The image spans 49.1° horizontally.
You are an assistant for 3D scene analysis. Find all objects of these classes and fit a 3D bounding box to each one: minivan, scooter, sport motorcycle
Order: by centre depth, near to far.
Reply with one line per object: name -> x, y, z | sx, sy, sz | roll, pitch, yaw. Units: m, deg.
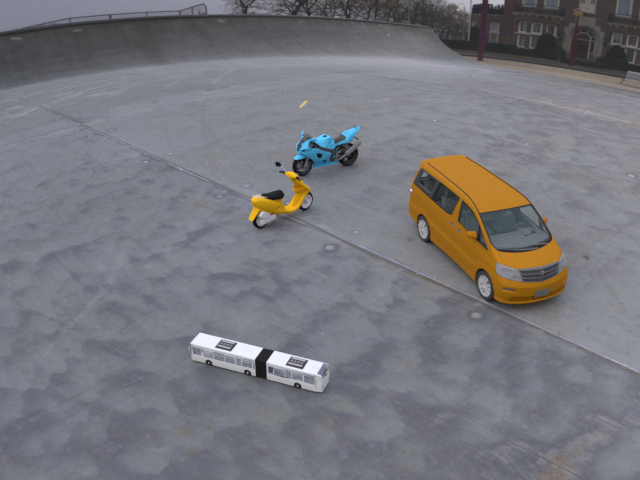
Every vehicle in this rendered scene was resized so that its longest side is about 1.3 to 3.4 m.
minivan -> 2.468, -0.232, 10.535 | 1.324, 1.197, 3.011 | -10, 30, -18
scooter -> -0.639, -0.767, 11.810 | 1.399, 0.919, 0.662 | -25, 37, -37
sport motorcycle -> 0.128, -1.755, 13.727 | 1.520, 0.821, 0.506 | -16, 32, -27

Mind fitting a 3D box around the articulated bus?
articulated bus -> -0.744, 1.457, 8.382 | 1.749, 0.289, 0.311 | 10, 30, 18
